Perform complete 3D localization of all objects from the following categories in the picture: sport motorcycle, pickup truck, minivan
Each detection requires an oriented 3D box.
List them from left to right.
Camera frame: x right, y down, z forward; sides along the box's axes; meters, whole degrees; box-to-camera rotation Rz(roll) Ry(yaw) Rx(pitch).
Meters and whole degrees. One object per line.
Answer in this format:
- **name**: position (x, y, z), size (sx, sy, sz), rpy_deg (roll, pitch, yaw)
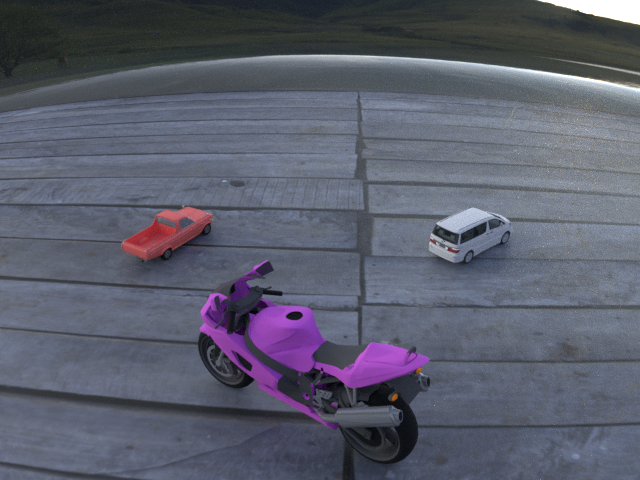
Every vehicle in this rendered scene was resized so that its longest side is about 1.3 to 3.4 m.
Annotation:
- **pickup truck**: position (-2.426, -0.154, 11.267), size (0.640, 0.511, 1.603), rpy_deg (17, 33, 28)
- **sport motorcycle**: position (-0.214, 1.319, 7.526), size (2.955, 1.596, 0.983), rpy_deg (18, 34, 29)
- **minivan**: position (2.443, -0.152, 11.157), size (1.548, 0.616, 0.681), rpy_deg (-23, 37, -35)
